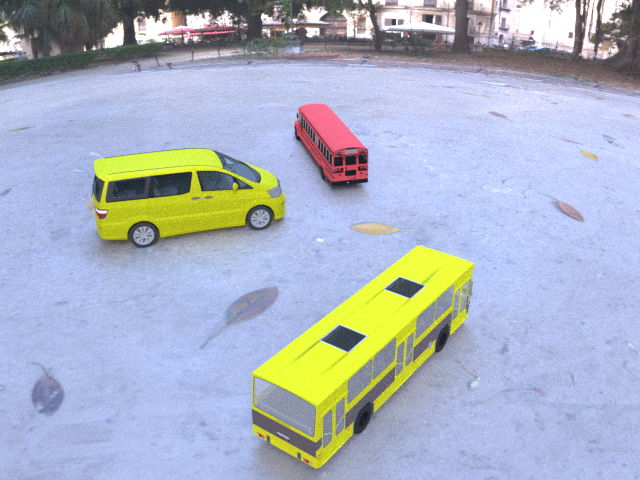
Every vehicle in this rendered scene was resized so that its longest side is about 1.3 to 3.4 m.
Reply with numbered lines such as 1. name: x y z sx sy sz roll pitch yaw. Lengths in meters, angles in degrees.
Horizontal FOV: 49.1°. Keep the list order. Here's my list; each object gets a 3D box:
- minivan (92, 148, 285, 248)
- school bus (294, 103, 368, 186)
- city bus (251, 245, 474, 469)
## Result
1. minivan: -2.054 -0.781 11.140 3.011 1.197 1.324 -9 29 -17
2. school bus: 0.136 -1.965 13.784 0.709 0.844 3.322 -7 28 -13
3. city bus: 0.613 1.158 7.758 0.926 0.894 3.255 19 33 32
